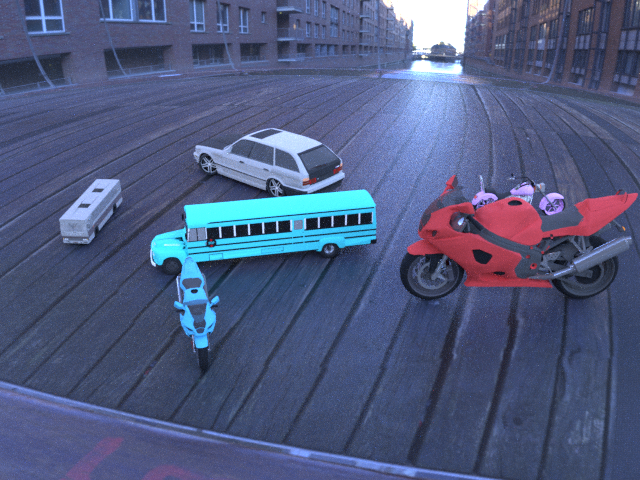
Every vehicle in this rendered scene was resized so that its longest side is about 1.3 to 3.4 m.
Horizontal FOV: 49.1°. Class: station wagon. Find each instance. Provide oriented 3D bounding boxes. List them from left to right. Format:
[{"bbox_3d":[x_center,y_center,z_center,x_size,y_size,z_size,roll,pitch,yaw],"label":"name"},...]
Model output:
[{"bbox_3d":[-1.037,-1.573,13.100,3.105,0.920,1.327,21,34,35],"label":"station wagon"}]

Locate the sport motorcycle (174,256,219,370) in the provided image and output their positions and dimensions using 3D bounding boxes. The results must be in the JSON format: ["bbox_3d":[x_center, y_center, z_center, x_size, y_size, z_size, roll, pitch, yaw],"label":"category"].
[{"bbox_3d":[-1.484,0.857,8.389,0.506,0.821,1.520,-6,27,-13],"label":"sport motorcycle"}]

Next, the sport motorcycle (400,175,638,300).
[{"bbox_3d":[2.530,0.059,9.111,2.955,1.596,0.983,-1,27,-1],"label":"sport motorcycle"}]

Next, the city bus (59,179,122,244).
[{"bbox_3d":[-3.704,-0.474,11.430,0.476,0.460,1.674,2,27,3],"label":"city bus"}]

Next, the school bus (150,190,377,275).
[{"bbox_3d":[-0.836,-0.151,10.363,3.322,0.844,0.709,-6,27,-11],"label":"school bus"}]

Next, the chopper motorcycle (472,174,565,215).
[{"bbox_3d":[3.309,-0.728,11.600,1.563,0.761,0.466,-2,27,-4],"label":"chopper motorcycle"}]
